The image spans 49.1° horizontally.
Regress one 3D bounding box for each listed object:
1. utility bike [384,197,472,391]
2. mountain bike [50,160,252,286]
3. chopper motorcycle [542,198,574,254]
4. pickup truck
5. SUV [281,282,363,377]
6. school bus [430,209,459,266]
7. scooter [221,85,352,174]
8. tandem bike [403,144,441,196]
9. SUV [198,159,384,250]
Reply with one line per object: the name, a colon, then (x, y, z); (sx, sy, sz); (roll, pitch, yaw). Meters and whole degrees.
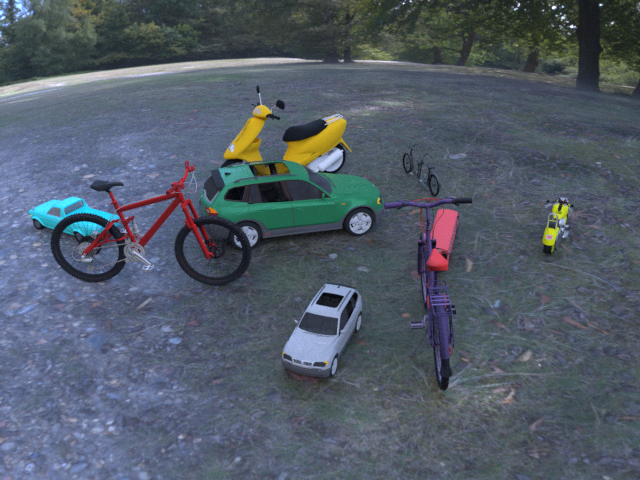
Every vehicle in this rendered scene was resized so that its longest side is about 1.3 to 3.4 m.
utility bike: (1.278, 0.467, 8.418); (1.039, 1.839, 2.791); (1, 27, 2)
mountain bike: (-2.391, -0.128, 9.750); (2.857, 1.688, 1.114); (1, 27, 3)
chopper motorcycle: (3.809, -0.342, 11.190); (0.466, 0.761, 1.563); (13, 30, 24)
pickup truck: (-4.070, -0.393, 11.566); (1.603, 0.511, 0.640); (14, 30, 25)
SUV: (0.057, 1.064, 8.631); (0.656, 0.580, 1.572); (9, 28, 18)
school bus: (1.927, -0.057, 10.990); (0.365, 0.434, 1.708); (7, 28, 14)
scooter: (-0.631, -1.926, 13.166); (2.721, 1.786, 1.288); (-12, 29, -22)
tandem bike: (1.920, -1.384, 13.320); (0.283, 0.682, 1.642); (-8, 28, -16)
SUV: (-0.461, -0.698, 11.483); (3.058, 1.128, 1.276); (-7, 28, -14)
